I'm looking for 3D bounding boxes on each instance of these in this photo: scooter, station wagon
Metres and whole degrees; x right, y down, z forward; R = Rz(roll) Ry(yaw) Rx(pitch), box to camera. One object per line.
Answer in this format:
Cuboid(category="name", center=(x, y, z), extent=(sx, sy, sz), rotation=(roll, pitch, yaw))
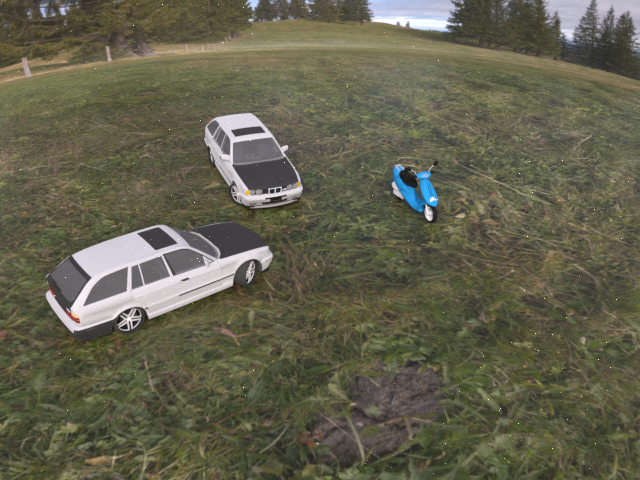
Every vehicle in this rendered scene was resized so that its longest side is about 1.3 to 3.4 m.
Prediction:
Cuboid(category="scooter", center=(1.620, -0.936, 11.977), extent=(0.662, 0.919, 1.399), rotation=(-14, 33, -22))
Cuboid(category="station wagon", center=(-1.306, -1.593, 13.120), extent=(1.327, 0.920, 3.105), rotation=(-11, 32, -18))
Cuboid(category="station wagon", center=(-2.152, 0.342, 9.750), extent=(3.105, 0.920, 1.327), rotation=(-21, 36, -32))
